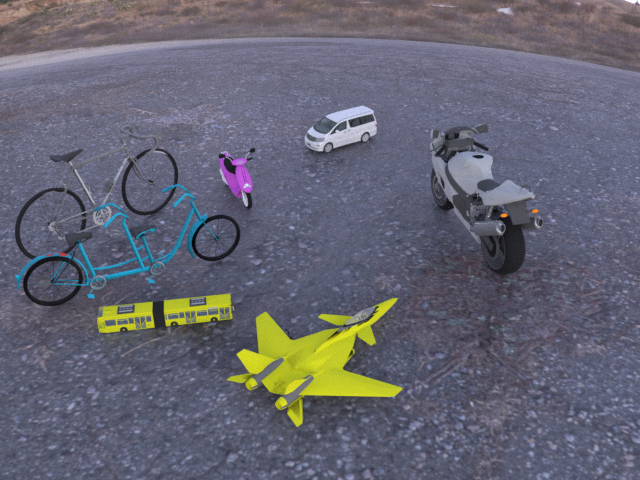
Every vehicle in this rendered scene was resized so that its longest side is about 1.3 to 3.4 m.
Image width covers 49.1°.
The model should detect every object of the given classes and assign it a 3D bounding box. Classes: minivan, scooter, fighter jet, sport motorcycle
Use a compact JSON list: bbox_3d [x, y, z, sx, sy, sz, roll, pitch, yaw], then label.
[{"bbox_3d":[0.419,-2.275,14.324,1.548,0.616,0.681,-20,36,-29],"label":"minivan"},{"bbox_3d":[-1.476,-1.191,12.233,0.662,0.919,1.399,-14,34,-22],"label":"scooter"},{"bbox_3d":[0.191,1.167,8.676,2.229,0.557,2.640,24,39,34],"label":"fighter jet"},{"bbox_3d":[2.398,-0.721,10.799,0.983,1.596,2.955,-8,32,-13],"label":"sport motorcycle"}]

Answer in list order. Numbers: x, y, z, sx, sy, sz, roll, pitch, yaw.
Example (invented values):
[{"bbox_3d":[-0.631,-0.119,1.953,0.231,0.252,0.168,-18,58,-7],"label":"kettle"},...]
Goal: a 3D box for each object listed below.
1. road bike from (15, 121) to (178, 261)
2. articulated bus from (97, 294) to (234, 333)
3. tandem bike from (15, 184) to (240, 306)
[{"bbox_3d":[-3.392,-0.802,10.875,0.697,1.656,3.004,23,38,33],"label":"road bike"},{"bbox_3d":[-2.024,0.970,9.261,1.749,0.289,0.311,-5,32,-9],"label":"articulated bus"},{"bbox_3d":[-2.608,0.041,9.797,3.192,1.326,0.550,-16,34,-24],"label":"tandem bike"}]
